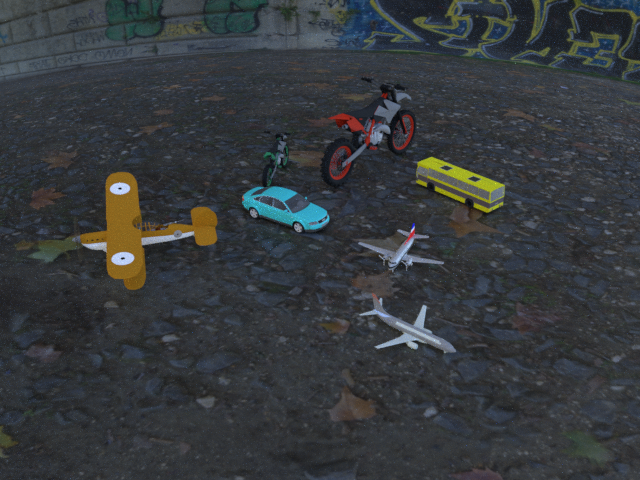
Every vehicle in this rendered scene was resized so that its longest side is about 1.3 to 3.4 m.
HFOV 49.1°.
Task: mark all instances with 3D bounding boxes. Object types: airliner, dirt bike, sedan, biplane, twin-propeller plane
[{"bbox_3d":[1.176,1.078,8.971,1.307,0.429,1.161,22,36,33],"label":"airliner"},{"bbox_3d":[0.991,-2.137,13.351,1.024,1.666,2.903,24,37,35],"label":"dirt bike"},{"bbox_3d":[-0.585,-0.570,11.800,1.613,0.483,0.635,19,35,29],"label":"sedan"},{"bbox_3d":[-2.583,-0.077,10.437,2.120,0.981,2.598,-7,30,-12],"label":"biplane"},{"bbox_3d":[-0.835,-1.572,13.179,0.527,0.857,1.493,7,31,13],"label":"dirt bike"},{"bbox_3d":[1.257,0.124,10.662,1.370,0.407,1.095,14,32,22],"label":"twin-propeller plane"}]

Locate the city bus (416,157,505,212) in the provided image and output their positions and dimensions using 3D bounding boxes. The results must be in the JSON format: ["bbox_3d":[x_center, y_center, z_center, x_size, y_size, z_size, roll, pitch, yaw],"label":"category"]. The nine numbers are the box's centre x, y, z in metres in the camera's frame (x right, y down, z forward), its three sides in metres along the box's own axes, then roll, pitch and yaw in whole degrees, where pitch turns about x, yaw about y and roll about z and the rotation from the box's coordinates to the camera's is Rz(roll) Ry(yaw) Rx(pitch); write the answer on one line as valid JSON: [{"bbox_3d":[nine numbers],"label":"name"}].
[{"bbox_3d":[2.485,-0.987,12.554,0.476,0.460,1.674,-24,37,-35],"label":"city bus"}]
